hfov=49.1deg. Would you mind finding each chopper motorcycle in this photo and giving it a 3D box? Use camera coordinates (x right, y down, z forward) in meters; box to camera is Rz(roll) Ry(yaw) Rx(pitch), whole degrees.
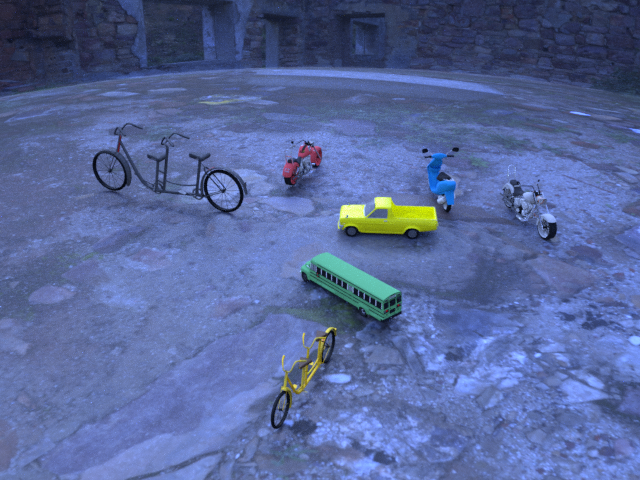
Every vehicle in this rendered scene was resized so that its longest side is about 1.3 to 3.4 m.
[{"bbox_3d":[-0.308,-1.568,13.301,0.466,0.761,1.563,11,29,20],"label":"chopper motorcycle"},{"bbox_3d":[3.420,-0.630,11.437,0.466,0.761,1.563,-7,27,-13],"label":"chopper motorcycle"}]

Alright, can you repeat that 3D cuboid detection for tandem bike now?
[{"bbox_3d":[-2.677,-1.273,12.087,3.192,1.326,0.550,11,29,21],"label":"tandem bike"},{"bbox_3d":[-0.147,1.353,7.586,0.283,0.682,1.642,11,29,21],"label":"tandem bike"}]

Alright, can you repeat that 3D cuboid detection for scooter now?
[{"bbox_3d":[2.115,-1.117,12.230,0.662,0.919,1.399,-3,27,-6],"label":"scooter"}]

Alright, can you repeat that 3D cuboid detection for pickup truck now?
[{"bbox_3d":[1.086,-0.384,11.227,1.603,0.511,0.640,2,27,4],"label":"pickup truck"}]

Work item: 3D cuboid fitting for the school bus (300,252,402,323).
[{"bbox_3d":[0.365,0.583,9.390,0.365,0.434,1.708,-21,34,-36],"label":"school bus"}]
